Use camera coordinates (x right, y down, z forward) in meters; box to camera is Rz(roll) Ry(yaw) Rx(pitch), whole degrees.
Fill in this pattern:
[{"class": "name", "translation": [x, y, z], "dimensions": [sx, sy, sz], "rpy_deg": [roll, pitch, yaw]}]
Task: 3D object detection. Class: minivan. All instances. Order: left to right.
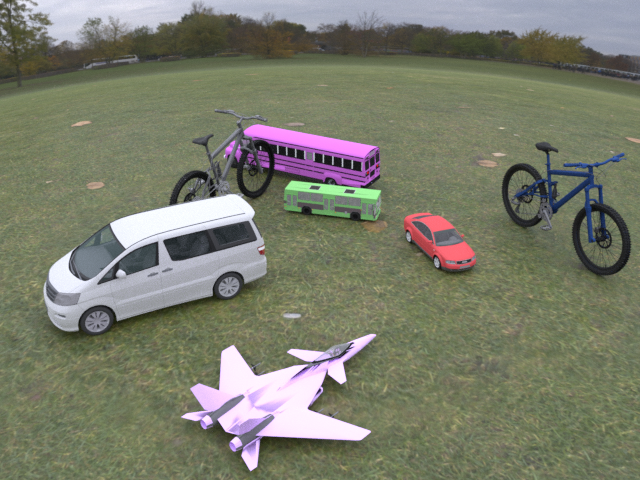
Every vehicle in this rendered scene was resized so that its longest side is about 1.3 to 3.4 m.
[{"class": "minivan", "translation": [-2.281, 0.272, 9.708], "dimensions": [3.011, 1.197, 1.324], "rpy_deg": [-14, 30, -25]}]

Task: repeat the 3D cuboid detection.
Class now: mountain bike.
[{"class": "mountain bike", "translation": [-1.624, -1.225, 12.063], "dimensions": [1.114, 1.688, 2.857], "rpy_deg": [16, 31, 27]}, {"class": "mountain bike", "translation": [3.789, -0.647, 10.948], "dimensions": [1.114, 1.688, 2.857], "rpy_deg": [-11, 30, -21]}]

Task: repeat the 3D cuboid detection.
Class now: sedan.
[{"class": "sedan", "translation": [1.881, -0.030, 11.066], "dimensions": [0.635, 0.483, 1.613], "rpy_deg": [-10, 29, -18]}]

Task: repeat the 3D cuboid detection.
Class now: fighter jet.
[{"class": "fighter jet", "translation": [-0.194, 1.499, 8.034], "dimensions": [2.229, 0.557, 2.640], "rpy_deg": [23, 35, 38]}]

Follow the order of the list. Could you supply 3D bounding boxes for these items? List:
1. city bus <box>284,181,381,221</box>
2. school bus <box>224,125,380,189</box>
[{"class": "city bus", "translation": [0.222, -0.677, 12.340], "dimensions": [1.674, 0.460, 0.476], "rpy_deg": [7, 28, 14]}, {"class": "school bus", "translation": [-0.440, -1.667, 13.834], "dimensions": [3.322, 0.844, 0.709], "rpy_deg": [15, 31, 26]}]
